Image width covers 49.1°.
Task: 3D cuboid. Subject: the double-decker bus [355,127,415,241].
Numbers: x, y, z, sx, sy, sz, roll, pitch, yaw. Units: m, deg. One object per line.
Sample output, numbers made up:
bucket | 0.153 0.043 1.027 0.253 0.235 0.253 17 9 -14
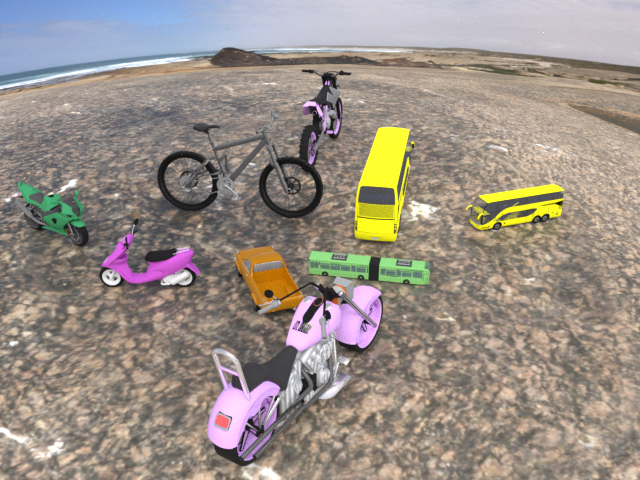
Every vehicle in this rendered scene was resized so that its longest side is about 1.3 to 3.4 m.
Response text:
double-decker bus | 1.142 -1.063 12.052 0.756 1.052 3.251 5 28 9

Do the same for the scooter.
scooter | -2.379 0.247 9.649 1.399 0.919 0.662 0 27 0

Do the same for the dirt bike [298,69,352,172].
dirt bike | 0.047 -2.564 14.297 1.024 1.666 2.903 7 28 14

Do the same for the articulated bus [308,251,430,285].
articulated bus | 0.689 0.399 10.042 1.749 0.289 0.311 5 28 10

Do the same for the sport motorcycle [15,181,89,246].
sport motorcycle | -4.215 -0.423 11.060 1.520 0.821 0.506 17 32 30

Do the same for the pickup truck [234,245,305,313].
pickup truck | -0.721 0.488 9.627 0.640 0.511 1.603 -9 29 -17

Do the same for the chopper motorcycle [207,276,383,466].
chopper motorcycle | -0.112 1.084 7.409 0.906 1.480 3.040 16 31 28

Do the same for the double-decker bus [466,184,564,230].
double-decker bus | 3.244 -0.538 11.588 1.672 0.541 0.389 -9 29 -17

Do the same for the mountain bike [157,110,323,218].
mountain bike | -1.360 -1.198 11.619 2.857 1.688 1.114 4 27 8
